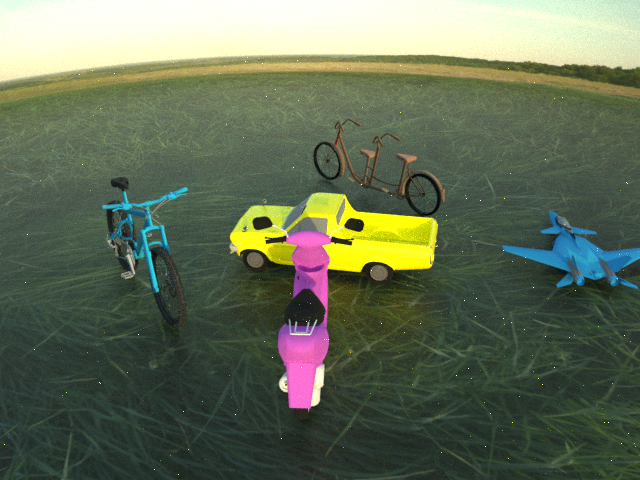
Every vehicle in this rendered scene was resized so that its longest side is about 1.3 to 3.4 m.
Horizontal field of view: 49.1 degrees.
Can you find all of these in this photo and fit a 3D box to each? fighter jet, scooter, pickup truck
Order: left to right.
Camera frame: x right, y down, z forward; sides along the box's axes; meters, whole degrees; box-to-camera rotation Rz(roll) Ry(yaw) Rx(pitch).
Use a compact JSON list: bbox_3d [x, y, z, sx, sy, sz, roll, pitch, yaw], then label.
[{"bbox_3d":[-0.148,0.685,8.132,1.288,1.786,2.721,1,27,2],"label":"scooter"},{"bbox_3d":[0.217,-0.115,10.616,3.117,0.993,1.244,5,27,11],"label":"pickup truck"},{"bbox_3d":[3.982,-0.073,11.017,2.229,0.557,2.640,1,27,2],"label":"fighter jet"}]

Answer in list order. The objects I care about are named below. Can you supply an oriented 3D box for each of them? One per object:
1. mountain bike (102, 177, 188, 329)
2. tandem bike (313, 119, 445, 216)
[{"bbox_3d":[-2.464,0.015,9.579,1.114,1.688,2.857,-16,31,-29],"label":"mountain bike"},{"bbox_3d":[0.990,-1.399,12.807,0.550,1.326,3.192,-24,35,-39],"label":"tandem bike"}]
